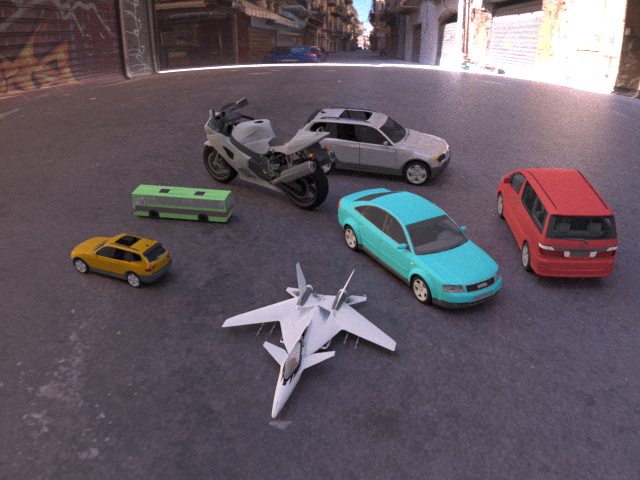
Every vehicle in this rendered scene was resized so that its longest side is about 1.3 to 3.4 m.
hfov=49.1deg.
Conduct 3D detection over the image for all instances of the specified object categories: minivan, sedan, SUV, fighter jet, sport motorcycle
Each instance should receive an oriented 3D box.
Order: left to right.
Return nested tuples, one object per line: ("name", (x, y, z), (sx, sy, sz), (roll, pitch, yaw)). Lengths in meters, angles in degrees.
("SUV", (-2.962, 0.215, 10.381), (1.572, 0.580, 0.656), (12, 30, 22))
("sport motorcycle", (-1.038, -1.553, 12.649), (2.955, 1.596, 0.983), (19, 33, 31))
("fighter jet", (-0.204, 1.166, 8.599), (2.229, 0.557, 2.640), (6, 28, 12))
("SUV", (1.050, -1.927, 13.864), (3.058, 1.128, 1.276), (8, 29, 15))
("sedan", (1.416, -0.047, 10.494), (1.235, 0.940, 3.137), (-15, 31, -26))
("minivan", (3.654, -0.492, 11.062), (1.324, 1.197, 3.011), (1, 28, 1))

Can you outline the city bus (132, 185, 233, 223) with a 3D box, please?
("city bus", (-2.368, -0.617, 12.092), (1.674, 0.460, 0.476), (5, 28, 9))
